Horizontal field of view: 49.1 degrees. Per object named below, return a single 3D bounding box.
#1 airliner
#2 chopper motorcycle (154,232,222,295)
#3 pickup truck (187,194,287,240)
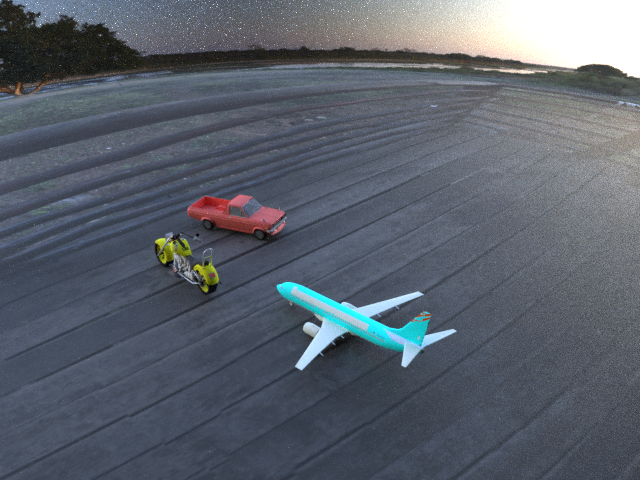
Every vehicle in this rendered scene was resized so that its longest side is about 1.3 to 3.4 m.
[{"bbox_3d":[0.336,0.806,8.575,2.541,0.835,2.257,23,35,38],"label":"airliner"},{"bbox_3d":[-1.913,0.219,9.838,0.466,0.761,1.563,-21,33,-35],"label":"chopper motorcycle"},{"bbox_3d":[-1.360,-0.443,11.446,1.603,0.511,0.640,11,28,21],"label":"pickup truck"}]
